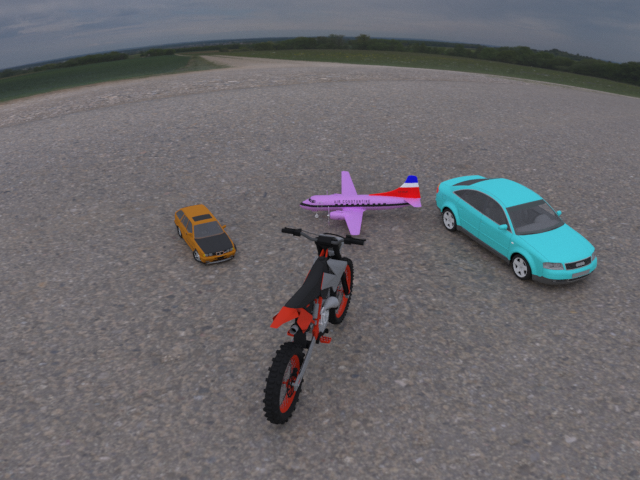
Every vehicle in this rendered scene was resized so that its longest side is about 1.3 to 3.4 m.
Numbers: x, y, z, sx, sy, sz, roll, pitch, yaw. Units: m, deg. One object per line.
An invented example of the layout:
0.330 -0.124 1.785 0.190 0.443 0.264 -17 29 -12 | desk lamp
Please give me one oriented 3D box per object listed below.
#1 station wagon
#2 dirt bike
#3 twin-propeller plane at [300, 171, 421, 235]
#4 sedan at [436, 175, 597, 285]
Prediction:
-1.896 -0.144 11.426 0.682 0.473 1.597 -13 31 -23 | station wagon
-0.070 0.794 8.371 1.024 1.666 2.903 9 29 17 | dirt bike
0.704 -0.752 12.237 2.129 0.792 2.663 -1 28 -1 | twin-propeller plane
3.086 -0.328 11.274 1.235 0.940 3.137 -13 30 -23 | sedan
